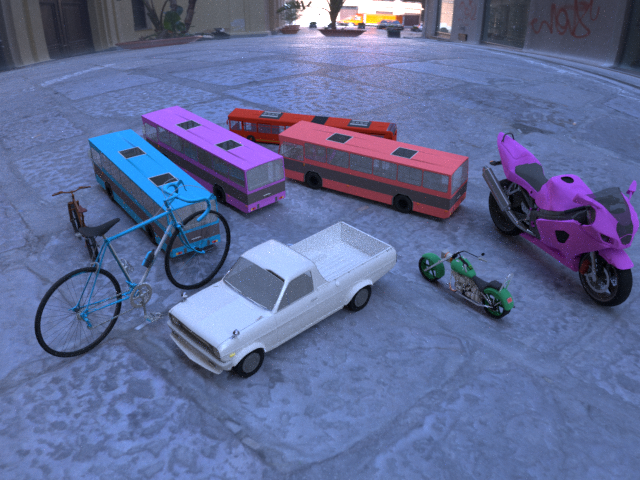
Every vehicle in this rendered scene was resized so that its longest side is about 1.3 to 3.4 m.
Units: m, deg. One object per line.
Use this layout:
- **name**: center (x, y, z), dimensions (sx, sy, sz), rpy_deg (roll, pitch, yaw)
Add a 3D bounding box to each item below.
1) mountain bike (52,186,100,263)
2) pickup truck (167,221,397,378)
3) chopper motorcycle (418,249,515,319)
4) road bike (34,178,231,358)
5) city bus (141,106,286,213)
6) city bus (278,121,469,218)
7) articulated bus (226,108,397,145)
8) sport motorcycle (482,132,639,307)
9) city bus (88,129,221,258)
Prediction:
- **mountain bike**: center (-3.566, -0.257, 10.459), dimensions (0.573, 0.868, 1.469), rpy_deg (-17, 35, -26)
- **pickup truck**: center (-0.404, 0.566, 8.971), dimensions (3.117, 0.993, 1.244), rpy_deg (-27, 40, -37)
- **chopper motorcycle**: center (1.936, 0.465, 9.363), dimensions (0.466, 0.761, 1.563), rpy_deg (-23, 38, -32)
- **road bike**: center (-2.247, 0.288, 8.789), dimensions (0.696, 1.656, 3.004), rpy_deg (24, 38, 34)
- **city bus**: center (-1.955, -1.458, 12.427), dimensions (0.926, 0.894, 3.255), rpy_deg (-25, 39, -35)
- **city bus**: center (0.853, -1.218, 12.028), dimensions (3.255, 0.894, 0.926), rpy_deg (17, 35, 26)
- **articulated bus**: center (-0.192, -2.163, 13.920), dimensions (3.401, 0.561, 0.605), rpy_deg (8, 32, 13)
- **sport motorcycle**: center (3.351, -0.351, 9.909), dimensions (0.983, 1.596, 2.955), rpy_deg (-13, 33, -20)
- **city bus**: center (-2.750, -0.806, 11.344), dimensions (0.926, 0.894, 3.255), rpy_deg (-20, 36, -30)
